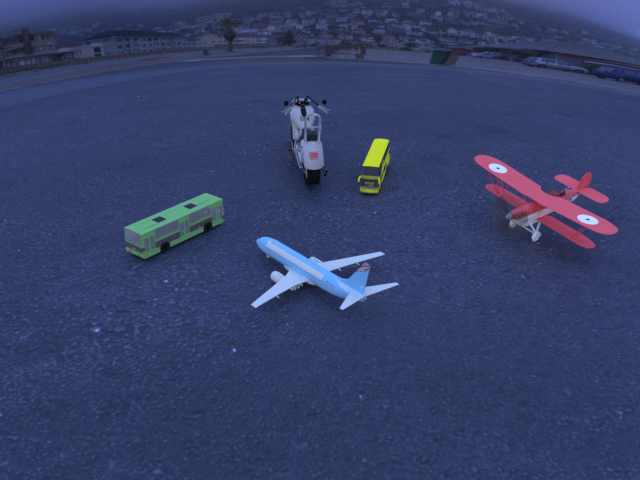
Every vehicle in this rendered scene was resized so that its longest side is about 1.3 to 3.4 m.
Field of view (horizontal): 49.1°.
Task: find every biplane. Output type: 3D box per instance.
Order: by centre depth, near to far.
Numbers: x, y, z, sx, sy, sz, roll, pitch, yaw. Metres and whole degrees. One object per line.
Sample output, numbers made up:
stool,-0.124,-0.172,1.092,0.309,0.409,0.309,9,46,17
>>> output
biplane,3.659,-0.580,11.070,2.120,0.981,2.598,-19,33,-33

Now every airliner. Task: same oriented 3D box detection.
airliner,-0.151,0.247,9.625,2.257,0.835,2.541,-20,34,-34

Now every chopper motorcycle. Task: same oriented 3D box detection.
chopper motorcycle,-0.303,-2.131,13.531,0.906,1.480,3.040,-4,28,-7

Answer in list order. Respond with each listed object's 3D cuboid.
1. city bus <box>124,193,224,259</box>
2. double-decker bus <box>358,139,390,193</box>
city bus,-2.239,-0.222,10.944,0.476,0.460,1.674,20,33,34
double-decker bus,1.039,-1.381,13.101,0.389,0.541,1.672,6,28,11
